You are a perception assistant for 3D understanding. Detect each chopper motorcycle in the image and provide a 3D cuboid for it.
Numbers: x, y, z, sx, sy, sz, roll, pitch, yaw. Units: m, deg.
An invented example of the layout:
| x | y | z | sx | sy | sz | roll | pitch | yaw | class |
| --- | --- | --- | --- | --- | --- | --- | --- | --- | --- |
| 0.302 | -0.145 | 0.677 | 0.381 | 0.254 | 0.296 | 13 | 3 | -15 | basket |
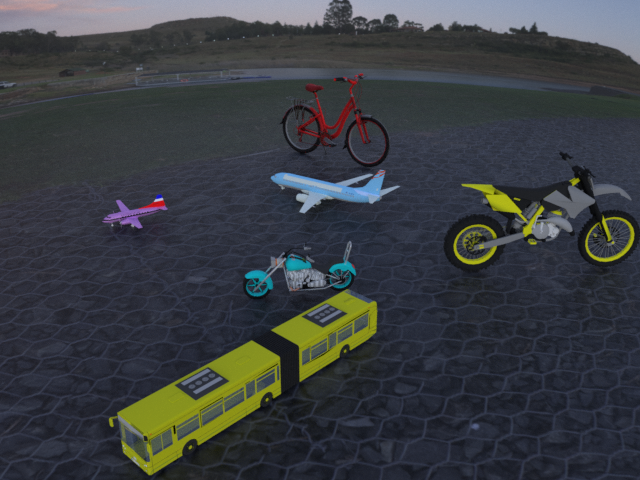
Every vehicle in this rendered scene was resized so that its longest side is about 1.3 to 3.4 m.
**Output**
| x | y | z | sx | sy | sz | roll | pitch | yaw | class |
| --- | --- | --- | --- | --- | --- | --- | --- | --- | --- |
| -0.279 | 0.410 | 9.583 | 1.563 | 0.761 | 0.466 | -4 | 26 | -7 | chopper motorcycle |

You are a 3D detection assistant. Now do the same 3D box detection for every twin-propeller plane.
| x | y | z | sx | sy | sz | roll | pitch | yaw | class |
| --- | --- | --- | --- | --- | --- | --- | --- | --- | --- |
| -3.160 | -0.497 | 11.897 | 1.095 | 0.407 | 1.370 | -14 | 29 | -27 | twin-propeller plane |

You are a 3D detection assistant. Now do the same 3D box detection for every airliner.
| x | y | z | sx | sy | sz | roll | pitch | yaw | class |
| --- | --- | --- | --- | --- | --- | --- | --- | --- | --- |
| 0.103 | -1.098 | 12.662 | 2.541 | 0.835 | 2.257 | 17 | 30 | 31 | airliner |

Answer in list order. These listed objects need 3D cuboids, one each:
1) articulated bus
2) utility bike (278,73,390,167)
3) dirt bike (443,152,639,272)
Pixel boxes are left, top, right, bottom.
| x | y | z | sx | sy | sz | roll | pitch | yaw | class |
| --- | --- | --- | --- | --- | --- | --- | --- | --- | --- |
| -0.632 | 1.420 | 7.696 | 0.605 | 0.561 | 3.401 | 22 | 33 | 39 | articulated bus |
| 0.310 | -2.607 | 14.661 | 2.791 | 1.839 | 1.039 | 16 | 30 | 31 | utility bike |
| 3.245 | -0.328 | 10.080 | 2.903 | 1.666 | 1.024 | -1 | 26 | -3 | dirt bike |
